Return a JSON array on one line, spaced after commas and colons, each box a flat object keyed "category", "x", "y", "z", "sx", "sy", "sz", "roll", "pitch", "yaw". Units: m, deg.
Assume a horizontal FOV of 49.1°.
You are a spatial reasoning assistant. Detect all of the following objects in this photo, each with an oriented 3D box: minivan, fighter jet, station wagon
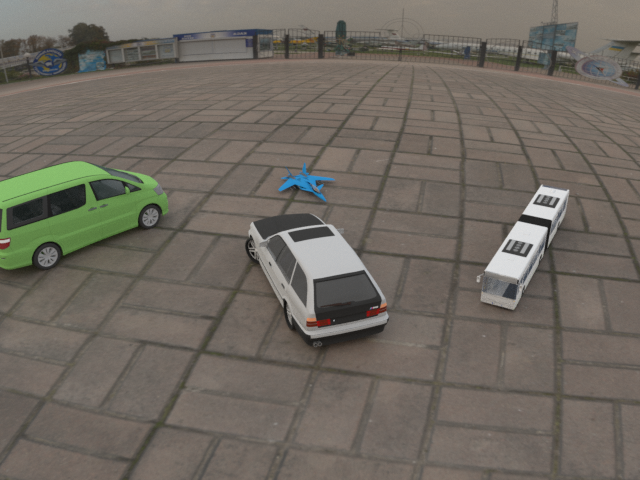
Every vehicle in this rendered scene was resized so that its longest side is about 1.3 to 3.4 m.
[{"category": "minivan", "x": -3.874, "y": -0.561, "z": 11.096, "sx": 1.324, "sy": 1.197, "sz": 3.011, "roll": 24, "pitch": 36, "yaw": 37}, {"category": "fighter jet", "x": -0.193, "y": -1.050, "z": 12.976, "sx": 1.147, "sy": 0.286, "sz": 1.358, "roll": -13, "pitch": 31, "yaw": -23}, {"category": "station wagon", "x": -0.141, "y": 0.279, "z": 9.817, "sx": 1.327, "sy": 0.920, "sz": 3.105, "roll": -9, "pitch": 30, "yaw": -17}]

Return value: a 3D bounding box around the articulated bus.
[{"category": "articulated bus", "x": 3.198, "y": 0.004, "z": 10.712, "sx": 0.605, "sy": 0.561, "sz": 3.401, "roll": 14, "pitch": 31, "yaw": 25}]
